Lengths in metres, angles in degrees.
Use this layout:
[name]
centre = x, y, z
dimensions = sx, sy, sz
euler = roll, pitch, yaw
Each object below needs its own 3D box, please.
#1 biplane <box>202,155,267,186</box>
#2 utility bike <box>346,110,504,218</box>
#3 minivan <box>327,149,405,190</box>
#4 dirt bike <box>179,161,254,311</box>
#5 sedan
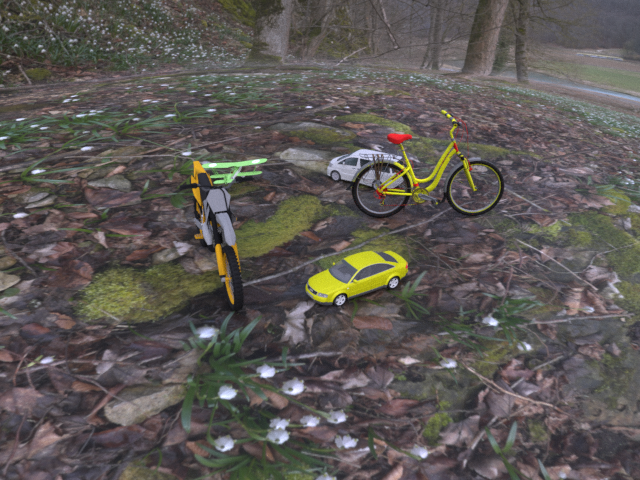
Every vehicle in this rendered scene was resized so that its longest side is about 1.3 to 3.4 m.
[biplane]
centre = -1.712, -1.301, 13.617
dimensions = 1.336, 0.504, 1.090
euler = 5, 28, 9
[utility bike]
centre = 1.838, -1.291, 12.164
dimensions = 2.791, 1.839, 1.039
euler = -1, 28, -2
[minivan]
centre = 0.884, -1.432, 13.747
dimensions = 1.548, 0.616, 0.681
euler = 16, 32, 28
[dirt bike]
centre = -1.540, -0.233, 10.336
dimensions = 1.024, 1.666, 2.903
euler = -9, 29, -17
[sedan]
centre = 0.544, 0.498, 10.217
dimensions = 1.613, 0.483, 0.635
euler = -16, 32, -27
